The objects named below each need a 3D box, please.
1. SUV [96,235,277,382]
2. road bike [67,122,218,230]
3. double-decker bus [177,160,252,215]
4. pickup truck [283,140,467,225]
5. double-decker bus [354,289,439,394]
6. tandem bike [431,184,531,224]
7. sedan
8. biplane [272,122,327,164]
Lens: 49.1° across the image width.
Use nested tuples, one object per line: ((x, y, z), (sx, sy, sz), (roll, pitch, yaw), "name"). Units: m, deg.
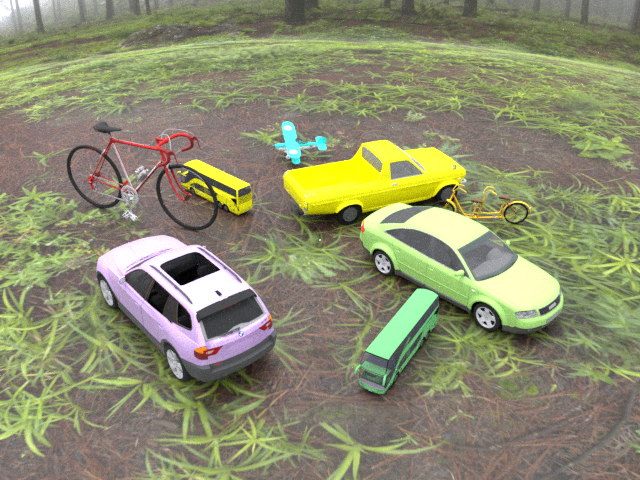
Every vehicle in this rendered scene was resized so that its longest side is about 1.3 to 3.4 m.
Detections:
((-1.814, 0.647, 9.022), (1.276, 1.128, 3.058), (-23, 38, -33), "SUV")
((-2.970, -1.080, 11.380), (3.004, 1.656, 0.696), (13, 33, 21), "road bike")
((-1.846, -0.947, 12.240), (1.672, 0.541, 0.389), (26, 40, 36), "double-decker bus")
((0.964, -1.098, 12.053), (3.117, 0.993, 1.244), (-12, 33, -19), "pickup truck")
((0.989, 1.234, 8.614), (0.389, 0.541, 1.672), (17, 35, 26), "double-decker bus")
((2.644, -0.576, 11.488), (1.642, 0.682, 0.283), (2, 31, 3), "tandem bike")
((1.936, 0.238, 9.883), (1.235, 0.940, 3.137), (-26, 40, -36), "sedan")
((-0.407, -1.858, 13.791), (1.090, 0.504, 1.336), (-5, 31, -8), "biplane")
